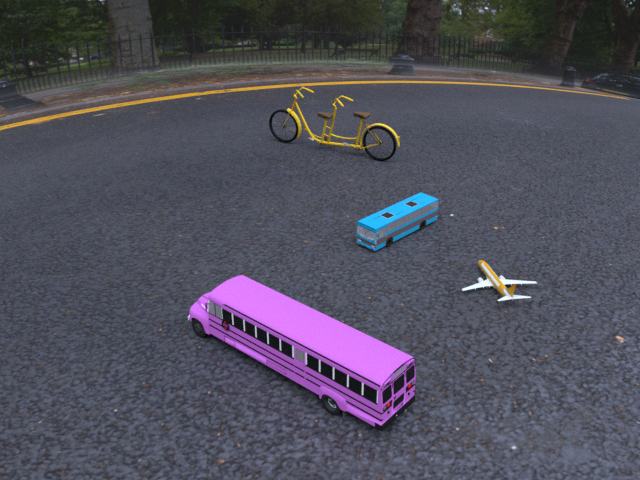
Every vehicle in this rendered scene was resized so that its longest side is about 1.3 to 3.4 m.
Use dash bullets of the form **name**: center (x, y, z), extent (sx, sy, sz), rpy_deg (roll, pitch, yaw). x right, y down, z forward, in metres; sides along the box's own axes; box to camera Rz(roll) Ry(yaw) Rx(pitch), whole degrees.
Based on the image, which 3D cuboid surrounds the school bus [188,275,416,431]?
- **school bus**: center (-0.378, 1.240, 8.673), extent (3.322, 0.844, 0.709), rpy_deg (22, 35, 35)

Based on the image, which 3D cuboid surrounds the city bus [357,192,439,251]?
- **city bus**: center (1.344, -0.312, 11.963), extent (1.674, 0.460, 0.476), rpy_deg (-25, 37, -38)

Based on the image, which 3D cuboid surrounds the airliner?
- **airliner**: center (2.630, 0.529, 10.432), extent (1.161, 0.429, 1.307), rpy_deg (-5, 29, -9)

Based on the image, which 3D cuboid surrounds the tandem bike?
- **tandem bike**: center (0.252, -2.536, 15.181), extent (3.192, 1.326, 0.550), rpy_deg (14, 31, 24)
